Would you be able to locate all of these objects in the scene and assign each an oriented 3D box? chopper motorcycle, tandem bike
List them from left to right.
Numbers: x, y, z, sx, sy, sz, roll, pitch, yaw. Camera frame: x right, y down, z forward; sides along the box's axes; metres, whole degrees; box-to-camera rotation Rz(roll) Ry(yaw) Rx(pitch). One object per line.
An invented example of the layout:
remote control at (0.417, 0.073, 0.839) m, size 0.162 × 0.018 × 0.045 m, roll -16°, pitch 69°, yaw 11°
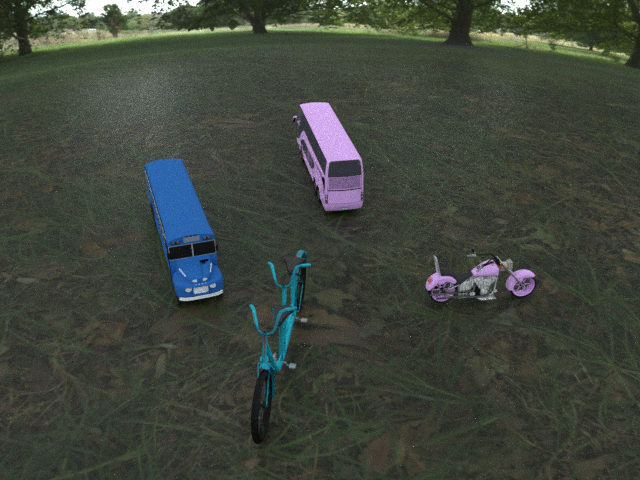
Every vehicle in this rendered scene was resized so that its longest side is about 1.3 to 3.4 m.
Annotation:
tandem bike at (-0.435, 0.909, 8.245) m, size 0.550 × 1.326 × 3.192 m, roll 4°, pitch 30°, yaw 7°
chopper motorcycle at (2.212, 0.493, 9.522) m, size 1.563 × 0.761 × 0.466 m, roll -5°, pitch 30°, yaw -8°

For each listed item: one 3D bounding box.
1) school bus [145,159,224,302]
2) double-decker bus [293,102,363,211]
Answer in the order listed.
school bus at (-2.119, -0.228, 10.680) m, size 0.709 × 0.844 × 3.322 m, roll -10°, pitch 32°, yaw -16°
double-decker bus at (0.114, -1.634, 12.892) m, size 0.756 × 1.052 × 3.251 m, roll -5°, pitch 31°, yaw -9°
